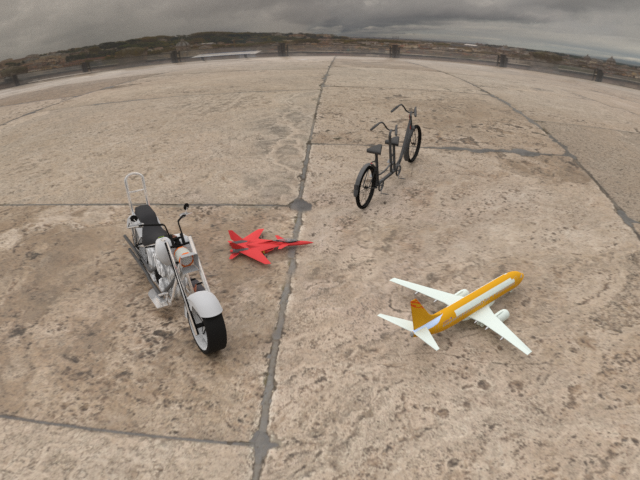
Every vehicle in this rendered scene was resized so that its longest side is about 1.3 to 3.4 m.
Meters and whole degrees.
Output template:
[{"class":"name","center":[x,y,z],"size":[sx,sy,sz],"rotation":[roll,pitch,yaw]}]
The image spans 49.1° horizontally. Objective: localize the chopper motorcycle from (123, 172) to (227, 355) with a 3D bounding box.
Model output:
[{"class":"chopper motorcycle","center":[-2.007,0.240,9.407],"size":[0.906,1.480,3.040],"rotation":[-16,33,-27]}]

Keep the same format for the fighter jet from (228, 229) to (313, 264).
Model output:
[{"class":"fighter jet","center":[-0.773,0.018,11.044],"size":[1.358,0.286,1.147],"rotation":[-5,29,-8]}]

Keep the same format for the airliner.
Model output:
[{"class":"airliner","center":[1.984,0.702,9.236],"size":[2.541,0.835,2.257],"rotation":[-24,37,-36]}]

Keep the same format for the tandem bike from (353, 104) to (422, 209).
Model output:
[{"class":"tandem bike","center":[1.320,-1.648,12.989],"size":[0.550,1.326,3.192],"rotation":[14,32,24]}]
